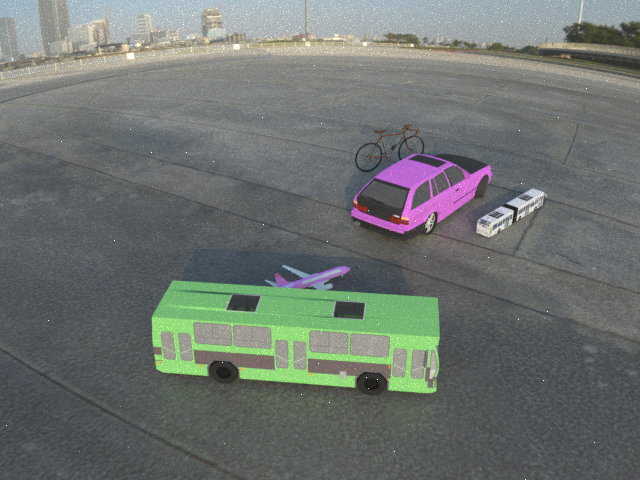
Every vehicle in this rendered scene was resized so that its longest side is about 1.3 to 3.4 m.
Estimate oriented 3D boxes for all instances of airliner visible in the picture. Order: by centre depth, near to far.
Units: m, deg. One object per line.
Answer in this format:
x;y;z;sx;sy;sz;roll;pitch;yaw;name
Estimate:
-0.097;0.486;9.924;1.307;0.429;1.161;-18;33;-29;airliner

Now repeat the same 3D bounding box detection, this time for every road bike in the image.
1.382;-1.806;13.688;1.545;0.852;0.358;-12;31;-21;road bike

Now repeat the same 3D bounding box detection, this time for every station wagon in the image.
1.861;-0.972;12.086;1.327;0.920;3.105;21;35;33;station wagon

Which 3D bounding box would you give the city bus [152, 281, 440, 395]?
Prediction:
-0.258;1.153;8.215;3.255;0.894;0.926;3;29;6;city bus

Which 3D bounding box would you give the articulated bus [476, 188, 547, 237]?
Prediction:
3.242;-0.471;11.826;0.311;0.289;1.749;25;37;38;articulated bus
